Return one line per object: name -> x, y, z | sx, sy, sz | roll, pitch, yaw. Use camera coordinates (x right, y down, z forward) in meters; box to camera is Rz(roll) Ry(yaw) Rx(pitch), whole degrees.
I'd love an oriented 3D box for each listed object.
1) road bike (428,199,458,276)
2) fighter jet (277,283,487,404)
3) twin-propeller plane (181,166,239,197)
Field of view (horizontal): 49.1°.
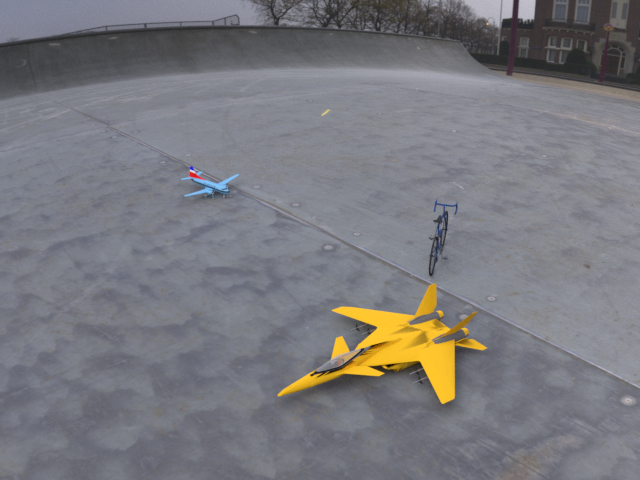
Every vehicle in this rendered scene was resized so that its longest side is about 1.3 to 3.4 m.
road bike -> 1.825, -0.078, 10.673 | 0.358, 0.852, 1.545 | 9, 28, 16
fighter jet -> 0.645, 1.266, 8.349 | 2.640, 0.557, 2.229 | -16, 31, -28
twin-propeller plane -> -2.088, -1.086, 13.151 | 1.095, 0.407, 1.370 | 20, 33, 34
